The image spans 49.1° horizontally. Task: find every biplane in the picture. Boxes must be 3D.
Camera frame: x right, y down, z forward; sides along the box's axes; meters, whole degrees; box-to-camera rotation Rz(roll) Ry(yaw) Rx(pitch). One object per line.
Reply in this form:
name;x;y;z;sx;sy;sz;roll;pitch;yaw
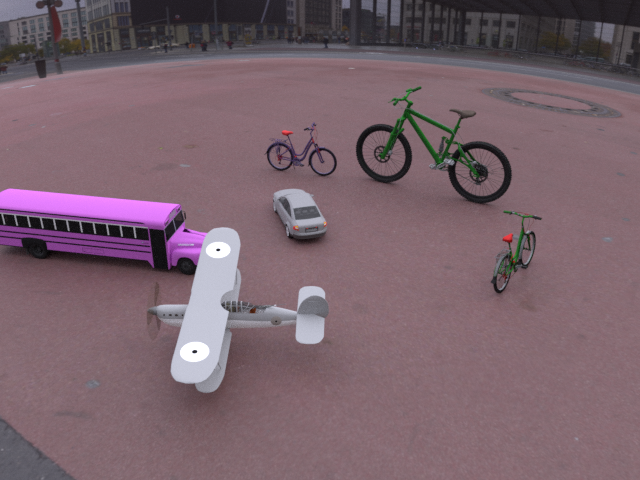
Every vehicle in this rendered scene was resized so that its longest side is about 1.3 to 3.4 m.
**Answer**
biplane;-0.958;0.889;8.136;2.120;0.981;2.598;1;28;1

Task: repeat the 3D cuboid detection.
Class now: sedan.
sedan;-0.347;-0.505;11.241;0.635;0.483;1.613;-8;29;-14

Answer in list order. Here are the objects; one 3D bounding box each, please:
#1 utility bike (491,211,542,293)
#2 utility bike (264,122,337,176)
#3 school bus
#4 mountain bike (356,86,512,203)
utility bike;2.650;0.109;9.618;0.535;0.946;1.435;20;34;32
utility bike;-0.355;-1.710;12.984;1.435;0.946;0.535;9;30;16
school bus;-3.151;-0.154;10.211;3.322;0.844;0.709;6;29;10
mountain bike;1.912;-1.607;12.013;2.857;1.688;1.114;15;32;26
